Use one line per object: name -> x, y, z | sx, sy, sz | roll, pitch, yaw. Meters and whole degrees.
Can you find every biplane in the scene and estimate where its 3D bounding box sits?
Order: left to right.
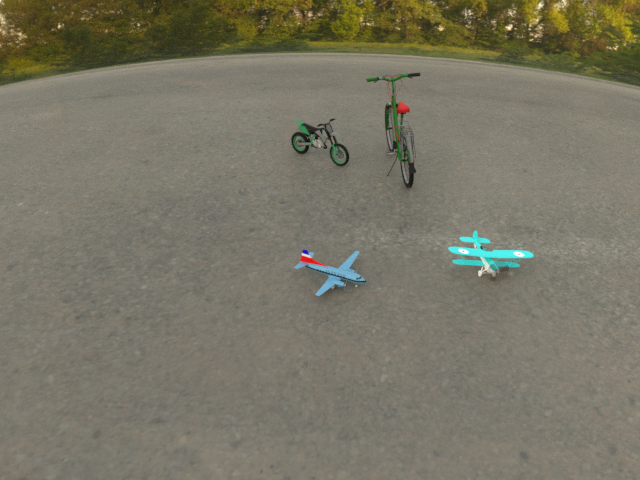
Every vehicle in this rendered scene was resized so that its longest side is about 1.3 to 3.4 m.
biplane -> 2.514, 0.225, 10.586 | 1.336, 0.504, 1.090 | -5, 30, -8

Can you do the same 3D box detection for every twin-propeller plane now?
twin-propeller plane -> 0.187, 0.427, 10.332 | 1.095, 0.407, 1.370 | 15, 33, 24

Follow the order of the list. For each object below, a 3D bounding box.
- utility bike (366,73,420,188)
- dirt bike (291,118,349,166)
utility bike -> 1.431, -2.206, 13.481 | 1.039, 1.839, 2.791 | -3, 30, -4
dirt bike -> -0.007, -2.026, 14.155 | 1.493, 0.857, 0.527 | 22, 36, 33
